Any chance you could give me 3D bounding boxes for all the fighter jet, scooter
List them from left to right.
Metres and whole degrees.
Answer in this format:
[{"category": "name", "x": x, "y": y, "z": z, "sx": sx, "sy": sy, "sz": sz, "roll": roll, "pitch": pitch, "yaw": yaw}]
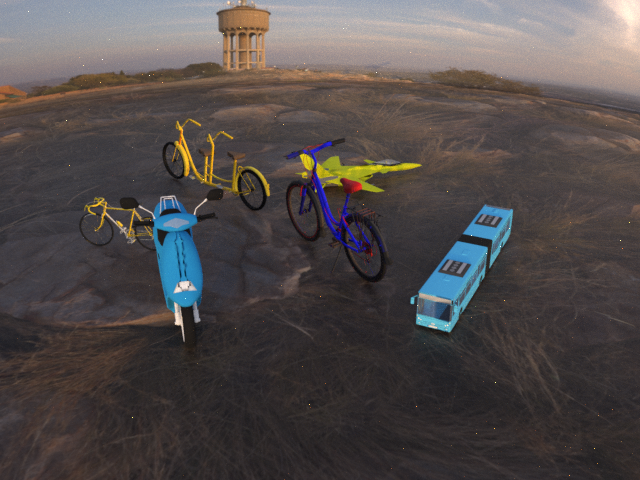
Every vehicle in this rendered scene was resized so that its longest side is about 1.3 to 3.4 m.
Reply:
[{"category": "scooter", "x": -1.929, "y": 0.091, "z": 9.395, "sx": 1.288, "sy": 1.786, "sz": 2.721, "roll": -7, "pitch": 26, "yaw": -14}, {"category": "fighter jet", "x": 0.919, "y": -1.517, "z": 14.207, "sx": 2.640, "sy": 0.557, "sz": 2.229, "roll": -10, "pitch": 27, "yaw": -20}]

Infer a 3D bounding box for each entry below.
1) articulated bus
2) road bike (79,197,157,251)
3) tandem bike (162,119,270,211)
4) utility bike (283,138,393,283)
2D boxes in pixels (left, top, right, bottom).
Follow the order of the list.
[{"category": "articulated bus", "x": 2.211, "y": 0.307, "z": 10.366, "sx": 0.605, "sy": 0.561, "sz": 3.401, "roll": 12, "pitch": 28, "yaw": 24}, {"category": "road bike", "x": -3.150, "y": -0.250, "z": 11.199, "sx": 1.545, "sy": 0.852, "sz": 0.358, "roll": 5, "pitch": 26, "yaw": 9}, {"category": "tandem bike", "x": -2.062, "y": -1.485, "z": 13.246, "sx": 3.192, "sy": 1.326, "sz": 0.550, "roll": 22, "pitch": 33, "yaw": 38}, {"category": "utility bike", "x": 0.128, "y": -0.482, "z": 10.537, "sx": 1.039, "sy": 1.839, "sz": 2.791, "roll": -16, "pitch": 30, "yaw": -30}]
